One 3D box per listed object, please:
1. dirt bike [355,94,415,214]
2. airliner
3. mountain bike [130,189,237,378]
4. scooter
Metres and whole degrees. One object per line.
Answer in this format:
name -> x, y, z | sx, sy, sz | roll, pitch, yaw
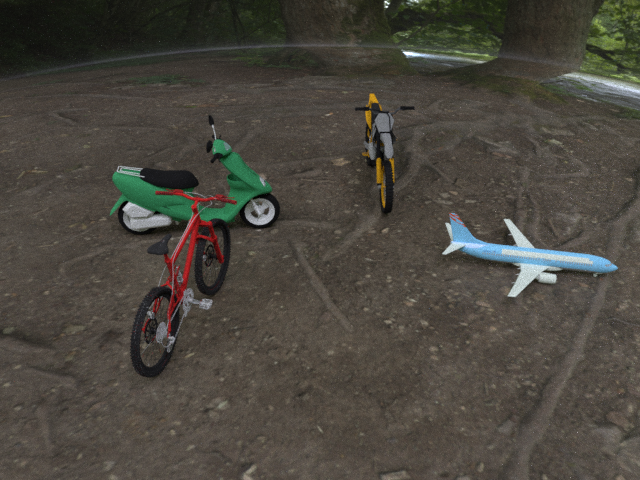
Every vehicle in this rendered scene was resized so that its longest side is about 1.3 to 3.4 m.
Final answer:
dirt bike -> 1.085, -1.721, 12.628 | 1.024, 1.666, 2.903 | -2, 30, -3
airliner -> 3.110, 0.084, 10.341 | 2.541, 0.835, 2.257 | 6, 31, 10
mountain bike -> -1.718, 0.404, 8.939 | 1.114, 1.688, 2.857 | 8, 31, 13
scooter -> -2.009, -0.922, 11.130 | 2.721, 1.786, 1.288 | -3, 30, -6
